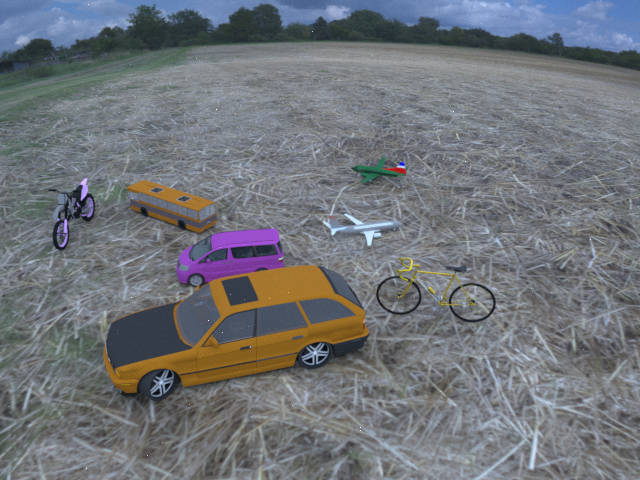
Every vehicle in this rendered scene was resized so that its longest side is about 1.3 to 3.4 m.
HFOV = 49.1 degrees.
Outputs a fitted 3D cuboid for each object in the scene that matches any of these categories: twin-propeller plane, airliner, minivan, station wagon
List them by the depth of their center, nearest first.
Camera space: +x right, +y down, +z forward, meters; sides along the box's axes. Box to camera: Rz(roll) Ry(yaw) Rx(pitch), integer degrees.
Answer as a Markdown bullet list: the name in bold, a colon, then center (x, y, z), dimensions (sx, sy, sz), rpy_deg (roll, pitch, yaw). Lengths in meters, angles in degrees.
- **station wagon**: center (-1.010, 0.991, 8.395), dimensions (3.105, 0.920, 1.327), rpy_deg (-9, 29, -16)
- **minivan**: center (-1.306, 0.231, 10.146), dimensions (1.548, 0.616, 0.681), rpy_deg (-4, 28, -8)
- **airliner**: center (0.735, -0.281, 11.303), dimensions (1.307, 0.429, 1.161), rpy_deg (-8, 29, -15)
- **twin-propeller plane**: center (1.116, -1.356, 13.344), dimensions (1.095, 0.407, 1.370), rpy_deg (11, 30, 19)

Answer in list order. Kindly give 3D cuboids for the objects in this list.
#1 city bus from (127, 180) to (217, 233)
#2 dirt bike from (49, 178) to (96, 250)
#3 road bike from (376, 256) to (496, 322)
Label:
- **city bus**: center (-2.505, -0.560, 11.794), dimensions (1.674, 0.460, 0.476), rpy_deg (18, 33, 30)
- **dirt bike**: center (-3.954, -0.482, 11.226), dimensions (0.527, 0.857, 1.493), rpy_deg (3, 28, 6)
- **road bike**: center (1.504, 0.662, 9.087), dimensions (1.545, 0.852, 0.358), rpy_deg (5, 28, 9)
